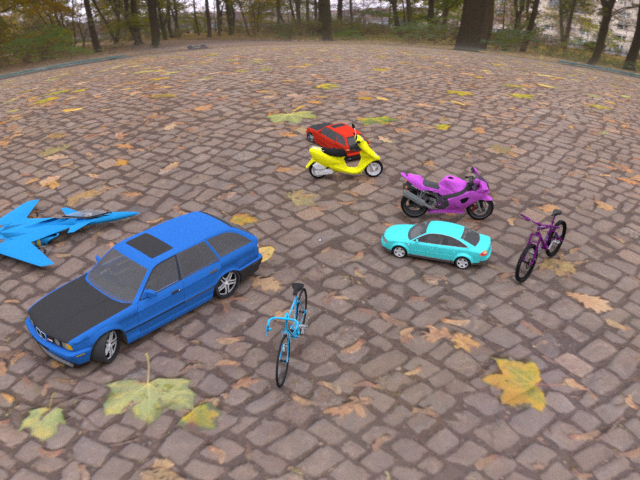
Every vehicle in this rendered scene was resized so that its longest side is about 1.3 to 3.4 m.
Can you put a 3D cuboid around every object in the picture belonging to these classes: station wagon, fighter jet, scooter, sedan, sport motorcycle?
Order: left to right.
[{"bbox_3d":[-4.113,-0.314,10.753,2.640,0.557,2.229,-13,32,-21],"label":"fighter jet"},{"bbox_3d":[-2.207,0.477,9.019,1.327,0.920,3.105,24,38,36],"label":"station wagon"},{"bbox_3d":[0.332,-2.056,13.856,0.682,0.473,1.597,-18,34,-28],"label":"station wagon"},{"bbox_3d":[0.445,-1.535,12.508,1.399,0.919,0.662,-1,30,-3],"label":"scooter"},{"bbox_3d":[1.701,-0.001,10.284,1.613,0.483,0.635,10,31,16],"label":"sedan"},{"bbox_3d":[2.029,-0.717,11.188,1.520,0.821,0.506,3,30,5],"label":"sport motorcycle"}]

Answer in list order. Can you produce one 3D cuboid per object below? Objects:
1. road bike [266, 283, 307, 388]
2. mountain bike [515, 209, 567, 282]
[{"bbox_3d":[-0.322,1.009,8.166,0.358,0.852,1.545,6,30,10],"label":"road bike"},{"bbox_3d":[3.152,0.013,9.875,0.573,0.868,1.469,24,38,35],"label":"mountain bike"}]
